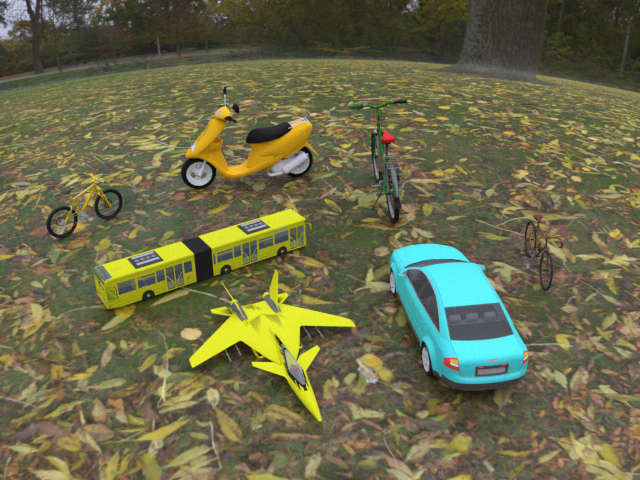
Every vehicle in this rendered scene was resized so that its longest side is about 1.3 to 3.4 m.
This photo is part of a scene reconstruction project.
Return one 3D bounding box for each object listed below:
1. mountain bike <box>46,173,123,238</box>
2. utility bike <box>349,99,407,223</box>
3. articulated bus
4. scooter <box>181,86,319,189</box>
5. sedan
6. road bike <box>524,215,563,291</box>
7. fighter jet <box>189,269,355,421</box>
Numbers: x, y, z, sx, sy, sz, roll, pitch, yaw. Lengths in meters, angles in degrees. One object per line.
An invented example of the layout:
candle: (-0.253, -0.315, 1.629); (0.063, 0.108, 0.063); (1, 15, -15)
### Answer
mountain bike: (-4.018, -0.600, 11.955); (0.573, 0.868, 1.469); (23, 36, 35)
utility bike: (1.075, -1.525, 12.625); (1.039, 1.839, 2.791); (-2, 29, -4)
articulated bus: (-1.709, 0.239, 10.756); (3.401, 0.561, 0.605); (-18, 34, -30)
scooter: (-1.347, -1.930, 13.410); (2.721, 1.786, 1.288); (-8, 30, -15)
sedan: (1.751, 0.786, 9.377); (1.235, 0.940, 3.137); (-4, 29, -7)
road bike: (3.347, 0.110, 10.690); (0.358, 0.852, 1.545); (1, 29, 1)
fighter jet: (-0.503, 1.297, 8.848); (2.229, 0.557, 2.640); (-11, 31, -20)
